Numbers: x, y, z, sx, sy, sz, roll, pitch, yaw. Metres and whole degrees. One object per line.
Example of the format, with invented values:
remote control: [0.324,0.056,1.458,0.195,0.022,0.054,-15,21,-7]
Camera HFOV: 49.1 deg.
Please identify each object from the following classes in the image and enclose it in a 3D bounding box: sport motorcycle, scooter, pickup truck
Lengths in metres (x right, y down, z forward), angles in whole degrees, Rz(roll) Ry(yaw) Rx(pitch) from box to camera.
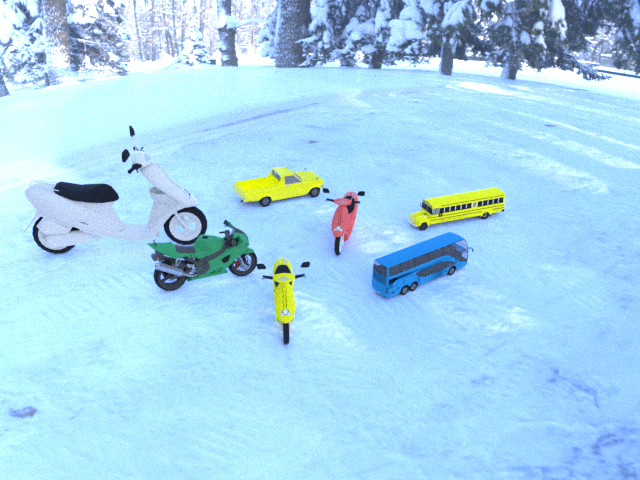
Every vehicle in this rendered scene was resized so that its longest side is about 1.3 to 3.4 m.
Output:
sport motorcycle: [-1.615,0.241,9.801,1.520,0.821,0.506,-11,29,-20]
scooter: [0.395,-0.429,11.015,0.662,0.919,1.399,6,27,11]
pickup truck: [-0.735,-1.010,12.613,1.603,0.511,0.640,-12,29,-23]
scooter: [-3.106,-0.664,10.518,2.721,1.786,1.288,-4,27,-8]
scooter: [-0.464,0.616,8.953,0.662,0.919,1.399,-2,27,-4]

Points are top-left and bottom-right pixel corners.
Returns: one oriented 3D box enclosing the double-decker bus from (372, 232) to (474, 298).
double-decker bus: [1.465,0.327,9.941,1.672,0.541,0.389,-18,32,-32]

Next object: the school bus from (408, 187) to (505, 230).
school bus: [2.293,-0.535,11.760,1.708,0.434,0.365,-10,29,-19]
